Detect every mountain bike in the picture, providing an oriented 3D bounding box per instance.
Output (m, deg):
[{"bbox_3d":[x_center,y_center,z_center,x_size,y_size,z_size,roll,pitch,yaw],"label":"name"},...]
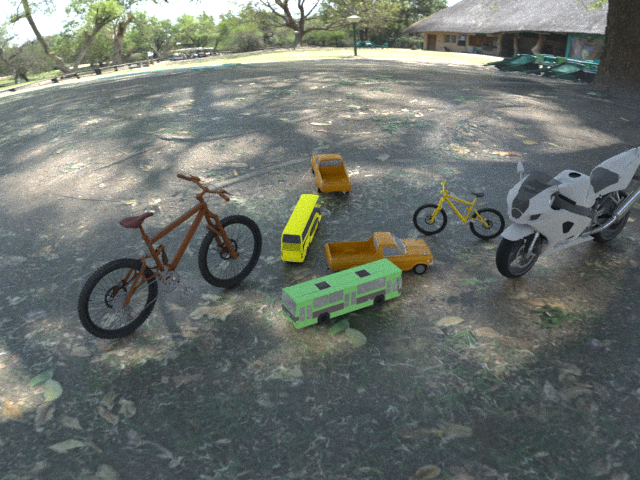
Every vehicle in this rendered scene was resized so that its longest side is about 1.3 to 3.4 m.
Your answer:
[{"bbox_3d":[-1.890,0.191,9.221,2.857,1.688,1.114,-25,37,-38],"label":"mountain bike"},{"bbox_3d":[2.242,-0.435,11.267,1.469,0.868,0.573,5,28,9],"label":"mountain bike"}]

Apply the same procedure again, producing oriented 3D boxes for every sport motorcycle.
[{"bbox_3d":[3.768,-0.444,10.510,2.955,1.596,0.983,-17,33,-29],"label":"sport motorcycle"}]

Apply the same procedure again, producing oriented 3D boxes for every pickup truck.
[{"bbox_3d":[0.878,0.190,10.475,1.603,0.511,0.640,-3,28,-6],"label":"pickup truck"},{"bbox_3d":[0.204,-1.315,13.297,0.640,0.511,1.603,-3,28,-6],"label":"pickup truck"}]

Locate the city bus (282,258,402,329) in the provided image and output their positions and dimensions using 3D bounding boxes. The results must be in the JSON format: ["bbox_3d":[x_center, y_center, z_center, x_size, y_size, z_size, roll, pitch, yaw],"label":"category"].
[{"bbox_3d":[0.315,0.731,9.514,1.674,0.460,0.476,-15,32,-26],"label":"city bus"}]

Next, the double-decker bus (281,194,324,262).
[{"bbox_3d":[-0.276,-0.232,11.234,0.389,0.541,1.672,5,28,9],"label":"double-decker bus"}]
